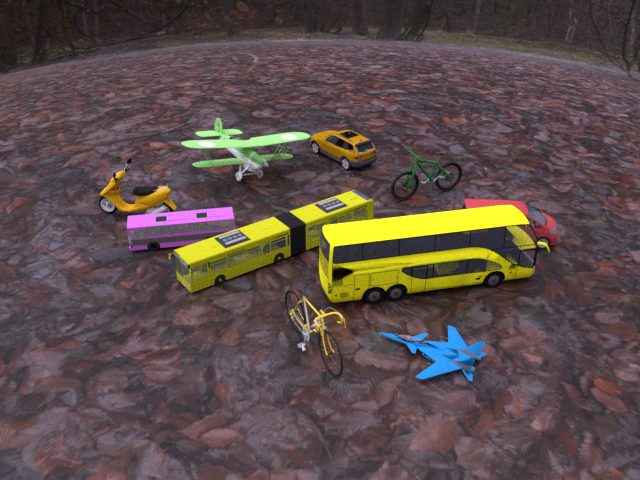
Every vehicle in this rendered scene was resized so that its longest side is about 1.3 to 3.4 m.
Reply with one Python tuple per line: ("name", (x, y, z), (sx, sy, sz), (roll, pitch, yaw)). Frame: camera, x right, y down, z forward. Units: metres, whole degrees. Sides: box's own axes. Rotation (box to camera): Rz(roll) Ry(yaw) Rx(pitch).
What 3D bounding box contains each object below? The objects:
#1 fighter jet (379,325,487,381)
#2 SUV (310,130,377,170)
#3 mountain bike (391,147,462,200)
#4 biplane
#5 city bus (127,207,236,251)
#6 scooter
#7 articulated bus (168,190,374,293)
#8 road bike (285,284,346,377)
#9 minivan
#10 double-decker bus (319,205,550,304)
("fighter jet", (1.370, 1.312, 8.830), (1.358, 0.286, 1.147), (16, 34, 24))
("SUV", (0.456, -1.891, 13.879), (0.656, 0.580, 1.572), (-21, 37, -31))
("mountain bike", (1.911, -1.184, 12.423), (1.469, 0.868, 0.573), (-13, 33, -21))
("biplane", (-1.484, -1.743, 13.243), (2.598, 0.981, 2.120), (-19, 36, -29))
("city bus", (-2.184, -0.164, 11.119), (1.674, 0.460, 0.476), (-6, 31, -9))
("scooter", (-3.106, -0.807, 11.744), (1.399, 0.919, 0.662), (6, 32, 10))
("articulated bus", (-0.630, -0.040, 10.815), (3.401, 0.561, 0.605), (-20, 36, -30))
("road bike", (-0.100, 1.043, 8.728), (0.358, 0.852, 1.545), (-15, 34, -24))
("minivan", (3.017, -0.285, 11.170), (1.548, 0.616, 0.681), (2, 31, 4))
("double-decker bus", (1.605, 0.181, 9.970), (3.251, 1.052, 0.756), (-7, 32, -11))
